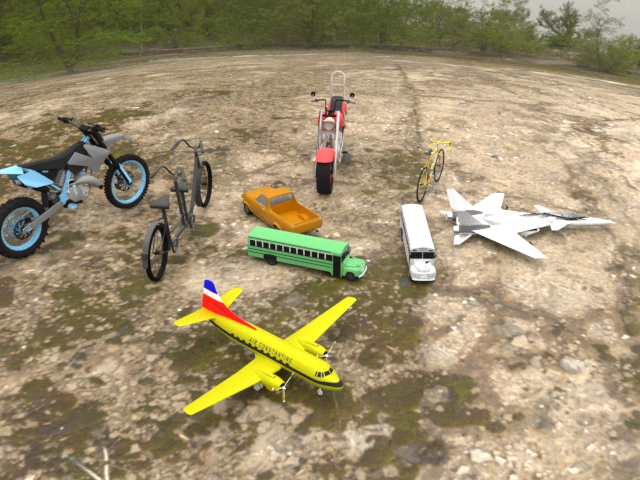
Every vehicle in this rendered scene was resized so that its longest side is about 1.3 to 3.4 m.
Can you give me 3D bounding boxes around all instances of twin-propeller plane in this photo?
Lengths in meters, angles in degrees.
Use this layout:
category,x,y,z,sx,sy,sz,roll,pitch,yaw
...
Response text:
category,x,y,z,sx,sy,sz,roll,pitch,yaw
twin-propeller plane,-0.587,1.076,7.719,2.129,0.792,2.663,21,34,34

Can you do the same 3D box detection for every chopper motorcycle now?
category,x,y,z,sx,sy,sz,roll,pitch,yaw
chopper motorcycle,0.208,-2.030,12.855,0.906,1.480,3.040,3,28,5

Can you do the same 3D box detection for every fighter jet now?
category,x,y,z,sx,sy,sz,roll,pitch,yaw
fighter jet,3.259,-0.391,10.744,2.640,0.557,2.229,-1,28,-2

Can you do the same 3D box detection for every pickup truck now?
category,x,y,z,sx,sy,sz,roll,pitch,yaw
pickup truck,-0.627,-0.501,11.001,0.640,0.511,1.603,-18,33,-30

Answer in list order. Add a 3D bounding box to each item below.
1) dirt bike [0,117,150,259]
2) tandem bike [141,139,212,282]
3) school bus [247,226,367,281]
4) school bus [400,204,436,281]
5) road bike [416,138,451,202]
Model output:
category,x,y,z,sx,sy,sz,roll,pitch,yaw
dirt bike,-3.711,-0.894,10.509,1.024,1.666,2.903,18,33,30
tandem bike,-2.059,-0.591,10.301,0.550,1.326,3.192,3,28,7
school bus,-0.182,0.179,9.797,1.708,0.434,0.365,11,30,19
school bus,1.402,0.027,10.085,0.365,0.434,1.708,0,28,0
road bike,1.919,-1.238,12.030,0.358,0.852,1.545,12,30,22
